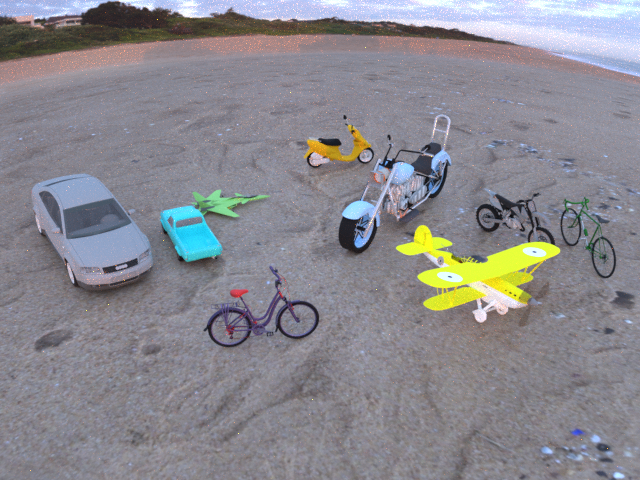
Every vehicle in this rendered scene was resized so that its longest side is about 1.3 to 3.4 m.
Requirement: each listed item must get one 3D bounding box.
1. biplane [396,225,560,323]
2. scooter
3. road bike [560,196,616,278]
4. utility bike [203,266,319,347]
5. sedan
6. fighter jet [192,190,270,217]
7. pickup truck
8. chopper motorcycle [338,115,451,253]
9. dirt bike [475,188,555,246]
[{"bbox_3d":[2.028,0.413,9.302,2.598,0.981,2.120,-21,35,-33],"label":"biplane"},{"bbox_3d":[0.377,-1.864,13.500,1.399,0.919,0.662,-6,29,-10],"label":"scooter"},{"bbox_3d":[3.959,-0.085,10.340,0.358,0.852,1.545,-5,29,-9],"label":"road bike"},{"bbox_3d":[-0.724,0.834,8.574,1.435,0.946,0.535,-5,29,-10],"label":"utility bike"},{"bbox_3d":[-3.519,-0.290,10.620,1.235,0.940,3.137,-17,33,-28],"label":"sedan"},{"bbox_3d":[-1.499,-0.723,12.083,1.358,0.286,1.147,-11,31,-20],"label":"fighter jet"},{"bbox_3d":[-2.016,-0.148,10.807,0.640,0.511,1.603,-13,31,-22],"label":"pickup truck"},{"bbox_3d":[1.273,-0.951,11.260,0.906,1.480,3.040,20,35,32],"label":"chopper motorcycle"},{"bbox_3d":[3.015,-0.332,10.783,0.527,0.857,1.493,-21,35,-33],"label":"dirt bike"}]
